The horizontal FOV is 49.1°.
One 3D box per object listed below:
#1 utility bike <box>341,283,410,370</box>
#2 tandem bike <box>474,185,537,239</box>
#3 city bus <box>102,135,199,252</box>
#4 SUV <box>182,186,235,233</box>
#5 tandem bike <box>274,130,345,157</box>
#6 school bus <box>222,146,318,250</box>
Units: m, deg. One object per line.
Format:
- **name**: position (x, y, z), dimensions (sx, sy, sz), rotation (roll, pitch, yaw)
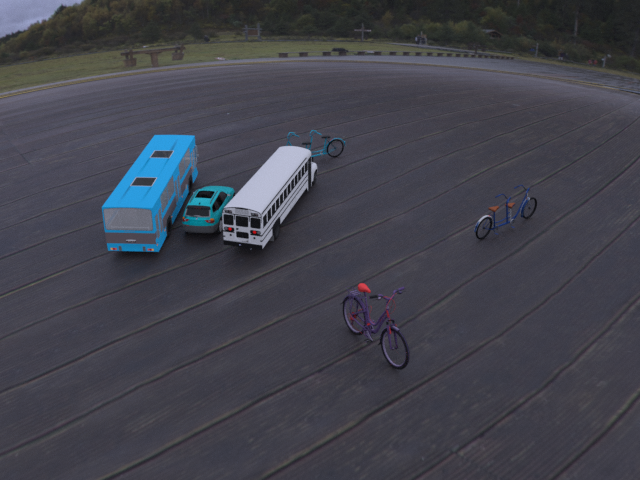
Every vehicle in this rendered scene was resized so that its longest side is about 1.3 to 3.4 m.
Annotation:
- **utility bike**: position (0.718, 0.952, 8.828), dimensions (0.535, 0.946, 1.435), rotation (-17, 33, -28)
- **tandem bike**: position (3.155, -0.493, 11.774), dimensions (1.642, 0.682, 0.283), rotation (-21, 35, -33)
- **city bus**: position (-2.858, -0.861, 12.232), dimensions (0.926, 0.894, 3.255), rotation (1, 28, 2)
- **SUV**: position (-1.914, -0.616, 12.108), dimensions (0.656, 0.580, 1.572), rotation (3, 29, 6)
- **tandem bike**: position (-0.211, -1.940, 14.447), dimensions (1.642, 0.682, 0.283), rotation (-12, 31, -21)
- **school bus**: position (-0.770, -0.869, 12.299), dimensions (0.709, 0.844, 3.322), rotation (8, 29, 14)
